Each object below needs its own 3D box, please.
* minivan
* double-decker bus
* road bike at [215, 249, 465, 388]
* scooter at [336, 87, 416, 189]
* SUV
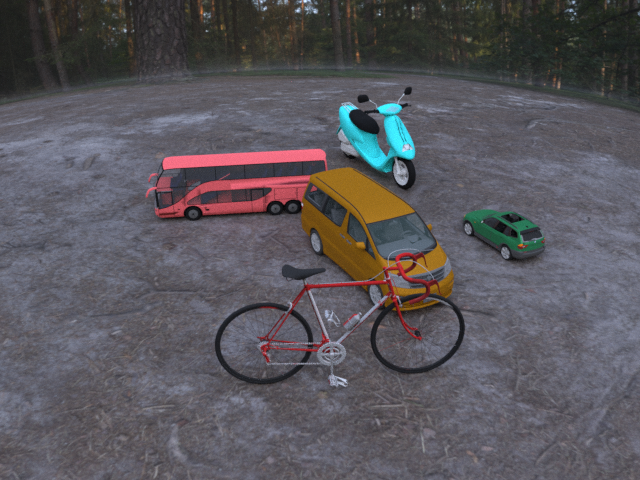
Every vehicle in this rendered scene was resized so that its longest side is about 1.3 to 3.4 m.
[{"bbox_3d":[0.818,-0.083,10.751,1.324,1.197,3.011,-14,30,-25],"label":"minivan"},{"bbox_3d":[-1.475,-1.015,12.707,3.251,1.052,0.756,-4,28,-8],"label":"double-decker bus"},{"bbox_3d":[0.263,0.965,8.232,3.004,1.656,0.697,-3,28,-6],"label":"road bike"},{"bbox_3d":[1.122,-2.231,14.253,1.288,1.786,2.721,-15,31,-27],"label":"scooter"},{"bbox_3d":[3.040,-0.191,11.629,0.656,0.580,1.572,-13,30,-24],"label":"SUV"}]
